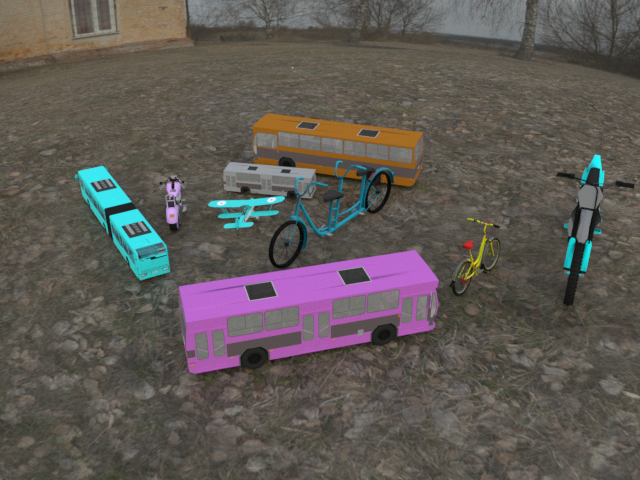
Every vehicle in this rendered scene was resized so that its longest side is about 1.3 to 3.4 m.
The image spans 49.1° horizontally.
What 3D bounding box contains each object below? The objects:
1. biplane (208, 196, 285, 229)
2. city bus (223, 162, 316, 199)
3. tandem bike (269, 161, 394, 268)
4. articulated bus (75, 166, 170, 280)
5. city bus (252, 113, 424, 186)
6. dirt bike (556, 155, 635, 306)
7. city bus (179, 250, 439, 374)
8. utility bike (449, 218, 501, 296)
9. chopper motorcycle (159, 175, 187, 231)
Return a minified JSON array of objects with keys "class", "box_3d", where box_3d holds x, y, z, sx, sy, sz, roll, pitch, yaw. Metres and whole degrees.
[{"class":"biplane","box_3d":[-1.278,-0.448,11.798,1.336,0.504,1.090,5,31,8]},{"class":"city bus","box_3d":[-0.923,-1.087,12.937,1.674,0.460,0.476,6,31,10]},{"class":"tandem bike","box_3d":[0.277,-0.627,11.289,0.550,1.326,3.192,23,37,34]},{"class":"articulated bus","box_3d":[-3.320,-0.373,11.612,0.605,0.561,3.401,-17,34,-26]},{"class":"city bus","box_3d":[0.329,-1.736,13.620,3.255,0.894,0.926,10,32,16]},{"class":"dirt bike","box_3d":[3.947,-0.301,10.391,1.024,1.666,2.903,12,32,19]},{"class":"city bus","box_3d":[-0.134,0.928,9.049,3.255,0.894,0.926,-8,31,-14]},{"class":"utility bike","box_3d":[2.261,0.199,10.248,0.535,0.946,1.435,23,37,34]},{"class":"chopper motorcycle","box_3d":[-2.516,-0.761,12.079,0.466,0.761,1.563,-4,30,-7]}]
